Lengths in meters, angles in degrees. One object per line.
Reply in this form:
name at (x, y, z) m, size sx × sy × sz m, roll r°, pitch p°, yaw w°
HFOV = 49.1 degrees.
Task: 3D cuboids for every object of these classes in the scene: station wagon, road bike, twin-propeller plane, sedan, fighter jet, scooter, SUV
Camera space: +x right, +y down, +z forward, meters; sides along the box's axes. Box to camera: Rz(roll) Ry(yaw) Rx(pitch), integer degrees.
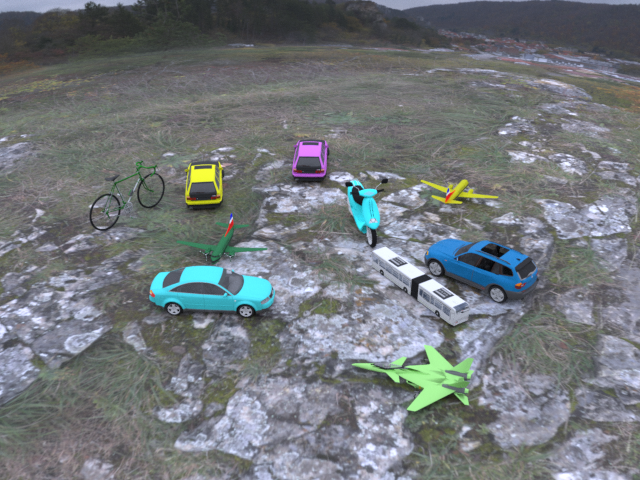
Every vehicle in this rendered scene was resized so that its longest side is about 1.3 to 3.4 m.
station wagon at (-1.991, -1.054, 12.048) m, size 0.682 × 0.473 × 1.597 m, roll -4°, pitch 30°, yaw -6°
road bike at (-3.041, -0.729, 11.084) m, size 0.358 × 0.852 × 1.545 m, roll 19°, pitch 34°, yaw 30°
twin-propeller plane at (-1.412, 0.004, 10.234) m, size 1.370 × 0.407 × 1.095 m, roll 5°, pitch 30°, yaw 8°
sedan at (-1.390, 0.627, 9.048) m, size 1.613 × 0.483 × 0.635 m, roll 2°, pitch 29°, yaw 3°
fighter jet at (1.014, 1.441, 7.801) m, size 1.358 × 0.286 × 1.147 m, roll 8°, pitch 30°, yaw 14°
scooter at (0.662, -0.561, 10.718) m, size 0.662 × 0.919 × 1.399 m, roll -6°, pitch 30°, yaw -11°
twin-propeller plane at (2.297, -0.852, 11.756) m, size 1.370 × 0.407 × 1.095 m, roll 15°, pitch 33°, yaw 25°
station wagon at (-0.171, -1.583, 12.990) m, size 0.682 × 0.473 × 1.597 m, roll 1°, pitch 29°, yaw 2°
SUV at (2.181, 0.310, 9.512) m, size 1.572 × 0.580 × 0.656 m, roll 24°, pitch 37°, yaw 36°

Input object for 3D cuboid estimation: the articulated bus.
articulated bus at (1.291, 0.583, 9.325) m, size 0.311 × 0.289 × 1.749 m, roll -17°, pitch 34°, yaw -28°
